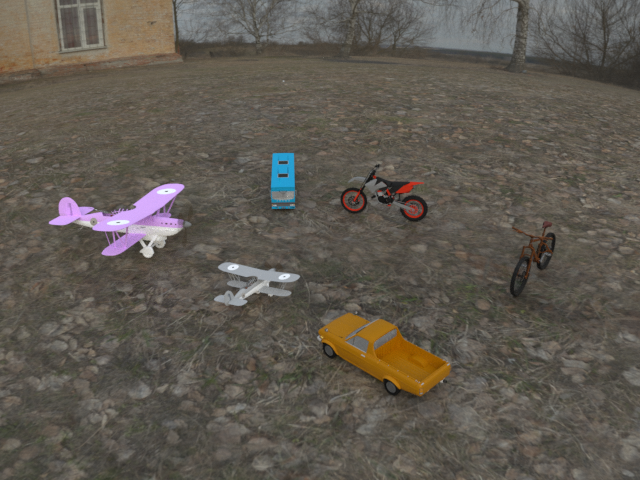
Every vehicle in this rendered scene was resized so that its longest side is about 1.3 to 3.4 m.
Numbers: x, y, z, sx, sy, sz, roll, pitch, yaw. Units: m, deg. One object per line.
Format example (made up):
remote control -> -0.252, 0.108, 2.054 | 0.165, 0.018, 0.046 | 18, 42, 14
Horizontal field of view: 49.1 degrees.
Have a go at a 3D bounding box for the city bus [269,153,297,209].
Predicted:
city bus -> -0.661, -1.067, 12.645 | 0.476, 0.460, 1.674 | -1, 27, -2

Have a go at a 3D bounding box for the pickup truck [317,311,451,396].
pickup truck -> 0.710, 1.265, 8.090 | 1.603, 0.511, 0.640 | 24, 36, 38

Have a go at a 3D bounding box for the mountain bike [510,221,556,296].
mountain bike -> 3.005, 0.190, 9.775 | 0.573, 0.868, 1.469 | 20, 33, 33

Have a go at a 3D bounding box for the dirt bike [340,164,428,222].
dirt bike -> 1.060, -0.764, 11.628 | 1.493, 0.857, 0.527 | 8, 28, 15

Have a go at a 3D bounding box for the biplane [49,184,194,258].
biplane -> -2.941, -0.298, 10.594 | 2.120, 0.981, 2.598 | 5, 28, 9

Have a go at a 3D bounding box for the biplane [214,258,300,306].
biplane -> -0.928, 0.617, 9.347 | 1.336, 0.504, 1.090 | 17, 32, 30
